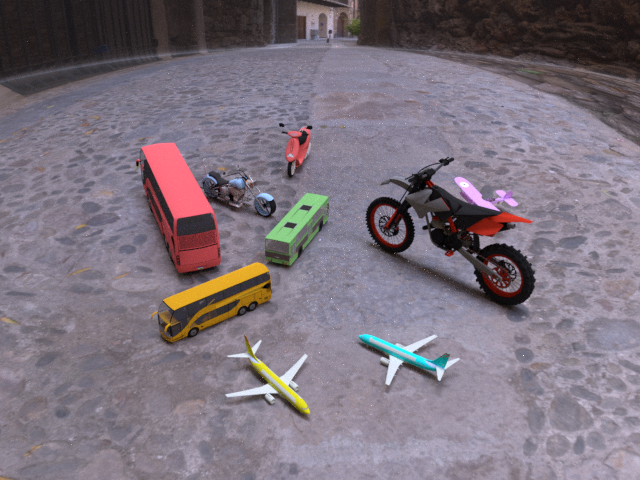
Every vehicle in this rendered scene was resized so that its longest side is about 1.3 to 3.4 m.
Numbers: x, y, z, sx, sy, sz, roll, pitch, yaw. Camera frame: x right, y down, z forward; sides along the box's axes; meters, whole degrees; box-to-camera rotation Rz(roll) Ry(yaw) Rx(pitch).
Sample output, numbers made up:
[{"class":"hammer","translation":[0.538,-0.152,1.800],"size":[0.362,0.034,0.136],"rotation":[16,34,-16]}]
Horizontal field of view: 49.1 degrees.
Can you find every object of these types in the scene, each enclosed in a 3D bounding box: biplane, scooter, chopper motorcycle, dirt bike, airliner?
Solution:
[{"class":"biplane","translation":[2.822,-0.608,11.857],"size":[1.090,0.504,1.336],"rotation":[-13,32,-21]},{"class":"scooter","translation":[-0.426,-1.875,13.638],"size":[0.662,0.919,1.399],"rotation":[7,31,12]},{"class":"chopper motorcycle","translation":[-1.432,-0.913,12.128],"size":[1.563,0.761,0.466],"rotation":[18,34,28]},{"class":"dirt bike","translation":[1.783,-0.195,9.980],"size":[2.903,1.666,1.024],"rotation":[25,39,37]},{"class":"airliner","translation":[-0.526,1.572,8.155],"size":[1.161,0.429,1.307],"rotation":[-22,37,-33]},{"class":"airliner","translation":[1.015,1.326,8.581],"size":[1.307,0.429,1.161],"rotation":[21,36,32]}]

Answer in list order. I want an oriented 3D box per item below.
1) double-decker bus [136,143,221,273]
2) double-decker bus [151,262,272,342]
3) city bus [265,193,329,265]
[{"class":"double-decker bus","translation":[-2.348,-0.647,11.377],"size":[0.756,1.052,3.251],"rotation":[-11,32,-19]},{"class":"double-decker bus","translation":[-1.404,0.828,9.332],"size":[1.672,0.541,0.389],"rotation":[-22,36,-33]},{"class":"city bus","translation":[-0.338,-0.178,11.155],"size":[0.476,0.460,1.674],"rotation":[11,32,18]}]
